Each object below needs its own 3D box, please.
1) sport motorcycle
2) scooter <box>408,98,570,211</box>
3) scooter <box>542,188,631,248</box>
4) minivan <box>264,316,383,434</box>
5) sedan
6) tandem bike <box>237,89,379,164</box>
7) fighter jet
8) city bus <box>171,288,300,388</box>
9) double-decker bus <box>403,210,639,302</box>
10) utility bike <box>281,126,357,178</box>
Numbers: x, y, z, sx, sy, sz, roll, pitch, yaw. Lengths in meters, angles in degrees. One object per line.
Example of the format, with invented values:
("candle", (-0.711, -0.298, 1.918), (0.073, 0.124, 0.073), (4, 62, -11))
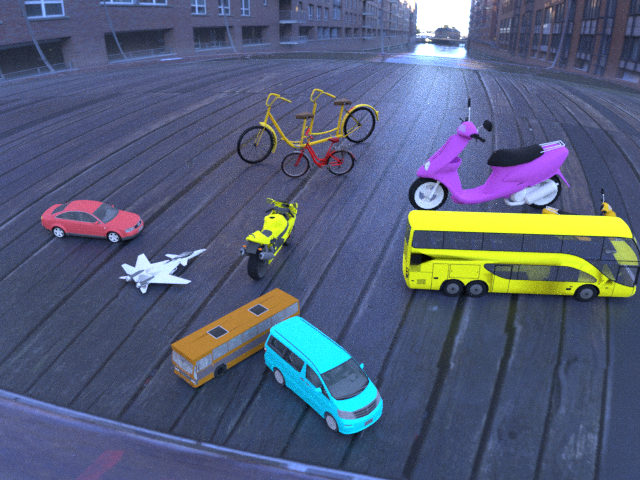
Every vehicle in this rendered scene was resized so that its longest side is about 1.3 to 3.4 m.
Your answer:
("sport motorcycle", (-0.703, -0.046, 10.265), (0.506, 0.821, 1.520), (10, 31, 18))
("scooter", (2.832, -1.299, 11.512), (2.721, 1.786, 1.288), (-2, 29, -4))
("scooter", (3.999, -0.267, 10.558), (1.399, 0.919, 0.662), (10, 31, 18))
("minivan", (0.025, 1.470, 7.770), (0.681, 0.616, 1.548), (-22, 36, -33))
("sedan", (-3.618, -0.340, 11.134), (1.613, 0.483, 0.635), (5, 30, 9))
("tandem bike", (-0.179, -2.345, 13.851), (3.192, 1.326, 0.550), (-15, 33, -25))
("fighter jet", (-2.189, 0.309, 10.179), (1.147, 0.286, 1.358), (24, 37, 36))
("city bus", (-0.980, 1.166, 8.471), (0.476, 0.460, 1.674), (25, 38, 37))
("double-decker bus", (2.779, 0.202, 9.587), (3.251, 1.052, 0.756), (2, 29, 3))
("utility bike", (-0.003, -1.569, 12.854), (1.435, 0.946, 0.535), (-4, 30, -7))
